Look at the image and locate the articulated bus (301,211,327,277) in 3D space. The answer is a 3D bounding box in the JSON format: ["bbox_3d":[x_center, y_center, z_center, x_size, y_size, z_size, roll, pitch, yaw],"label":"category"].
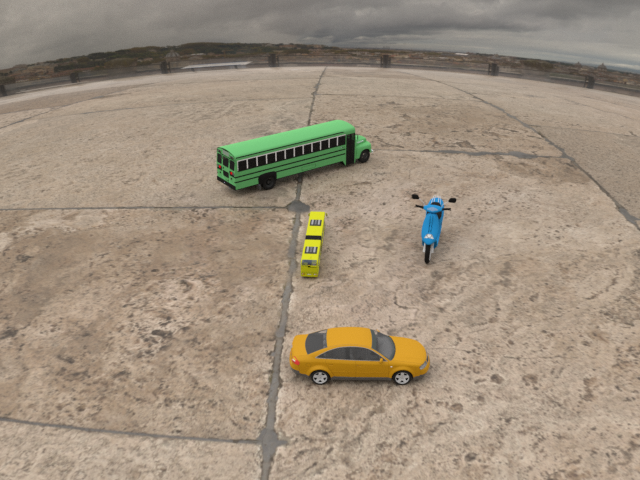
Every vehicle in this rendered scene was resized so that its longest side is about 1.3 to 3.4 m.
[{"bbox_3d":[-0.093,0.035,10.721,0.311,0.289,1.749,2,27,3],"label":"articulated bus"}]

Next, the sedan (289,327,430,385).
[{"bbox_3d":[0.455,1.291,8.040,1.613,0.483,0.635,0,27,1],"label":"sedan"}]

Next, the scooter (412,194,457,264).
[{"bbox_3d":[1.727,-0.312,10.708,0.662,0.919,1.399,6,28,12],"label":"scooter"}]

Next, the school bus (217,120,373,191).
[{"bbox_3d":[-0.384,-1.675,13.468,3.322,0.844,0.709,-19,33,-32],"label":"school bus"}]
